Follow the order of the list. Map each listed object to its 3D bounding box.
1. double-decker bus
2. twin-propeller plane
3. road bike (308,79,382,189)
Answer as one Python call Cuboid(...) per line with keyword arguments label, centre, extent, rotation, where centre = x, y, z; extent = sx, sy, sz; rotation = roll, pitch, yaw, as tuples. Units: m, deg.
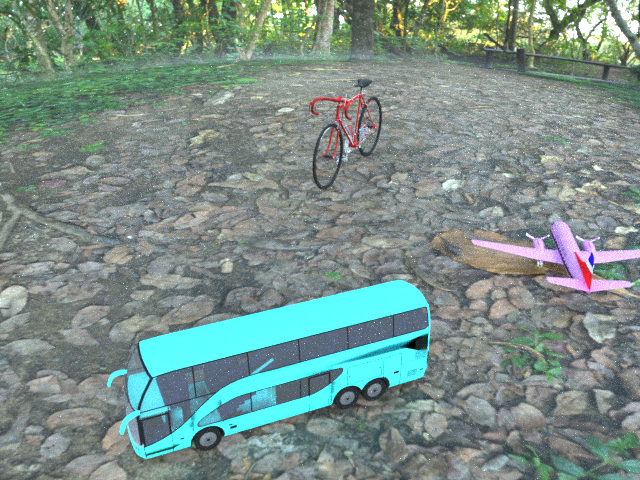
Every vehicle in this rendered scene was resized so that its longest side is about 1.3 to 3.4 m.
Cuboid(label="double-decker bus", centre=(-0.421, 1.264, 7.055), extent=(3.251, 1.052, 0.756), rotation=(-11, 29, -21))
Cuboid(label="twin-propeller plane", centre=(3.442, 0.119, 9.556), extent=(2.663, 0.792, 2.129), rotation=(3, 27, 5))
Cuboid(label="road bike", centre=(0.560, -2.051, 12.817), extent=(0.696, 1.656, 3.004), rotation=(13, 30, 24))
